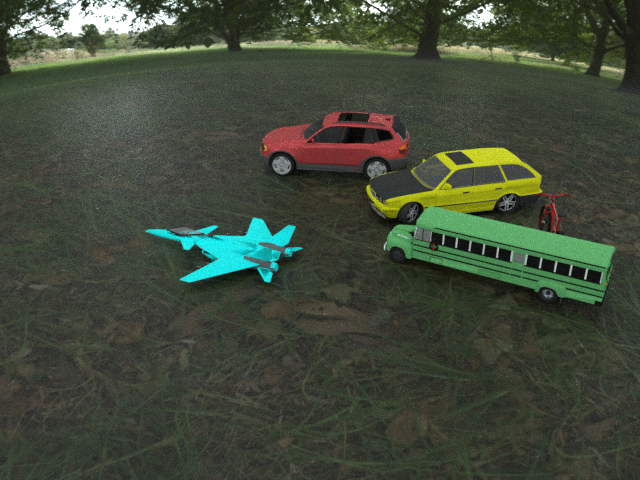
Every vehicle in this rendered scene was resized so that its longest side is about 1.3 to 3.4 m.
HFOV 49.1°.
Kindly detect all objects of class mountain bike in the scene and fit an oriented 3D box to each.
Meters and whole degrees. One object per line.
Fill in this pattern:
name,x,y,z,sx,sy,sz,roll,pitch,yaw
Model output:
mountain bike,3.707,-0.220,11.116,0.573,0.868,1.469,1,28,2

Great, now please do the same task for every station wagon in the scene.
station wagon,2.392,-1.051,12.595,3.105,0.920,1.327,-7,29,-12

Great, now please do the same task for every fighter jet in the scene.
fighter jet,-1.705,-0.045,11.119,2.640,0.557,2.229,12,31,21

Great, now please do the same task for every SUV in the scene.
SUV,0.313,-1.969,14.071,3.058,1.128,1.276,4,29,7

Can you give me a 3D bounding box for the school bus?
school bus,2.558,0.176,10.410,3.322,0.844,0.709,15,32,25
